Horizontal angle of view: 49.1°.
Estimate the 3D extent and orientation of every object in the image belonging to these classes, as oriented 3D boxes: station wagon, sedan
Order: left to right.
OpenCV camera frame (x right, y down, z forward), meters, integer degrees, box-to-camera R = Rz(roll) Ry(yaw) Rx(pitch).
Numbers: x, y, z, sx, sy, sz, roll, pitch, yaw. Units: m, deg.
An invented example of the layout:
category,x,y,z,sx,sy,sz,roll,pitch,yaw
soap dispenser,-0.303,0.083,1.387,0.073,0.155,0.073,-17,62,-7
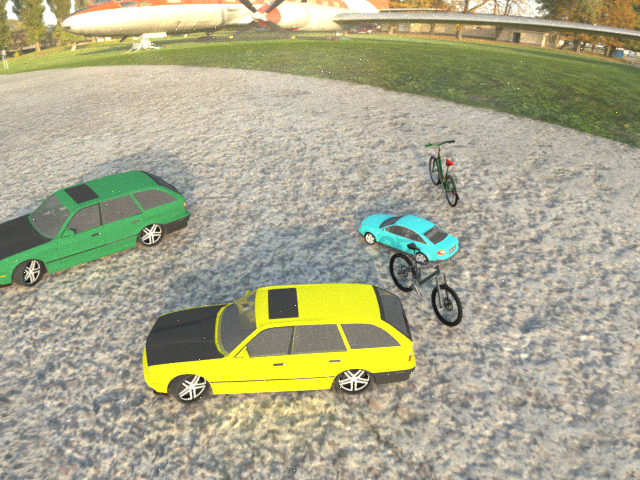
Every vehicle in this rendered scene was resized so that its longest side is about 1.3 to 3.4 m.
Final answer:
category,x,y,z,sx,sy,sz,roll,pitch,yaw
station wagon,-3.558,-0.278,10.461,3.105,0.920,1.327,-21,36,-31
station wagon,-0.487,1.096,8.104,3.105,0.920,1.327,-2,30,-4
sedan,1.315,-0.103,10.595,1.613,0.483,0.635,22,37,33

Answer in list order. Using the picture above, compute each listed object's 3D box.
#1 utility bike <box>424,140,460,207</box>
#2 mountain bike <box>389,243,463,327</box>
category,x,y,z,sx,sy,sz,roll,pitch,yaw
utility bike,2.077,-1.180,11.985,0.535,0.946,1.435,-6,31,-10
mountain bike,1.369,0.508,9.165,0.573,0.868,1.469,-17,34,-27
